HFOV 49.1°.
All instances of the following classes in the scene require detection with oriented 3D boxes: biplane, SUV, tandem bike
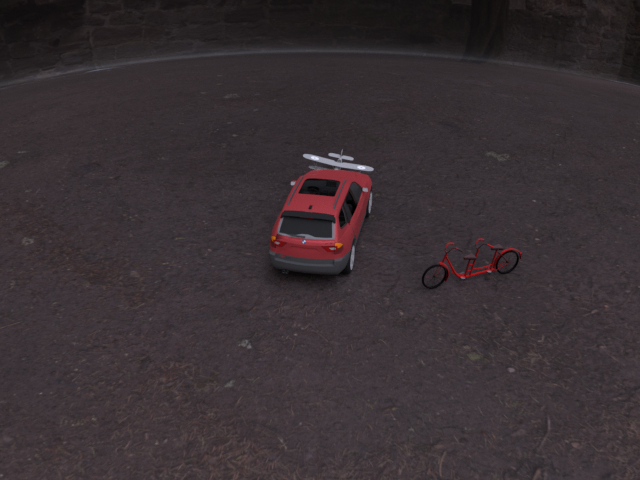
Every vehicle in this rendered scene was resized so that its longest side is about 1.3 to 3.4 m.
[{"bbox_3d":[0.366,-1.406,13.328,1.336,0.504,1.090,4,30,8],"label":"biplane"},{"bbox_3d":[0.077,-0.505,11.087,1.276,1.128,3.058,6,30,10],"label":"SUV"},{"bbox_3d":[2.219,0.301,10.109,1.642,0.682,0.283,-10,31,-17],"label":"tandem bike"}]
